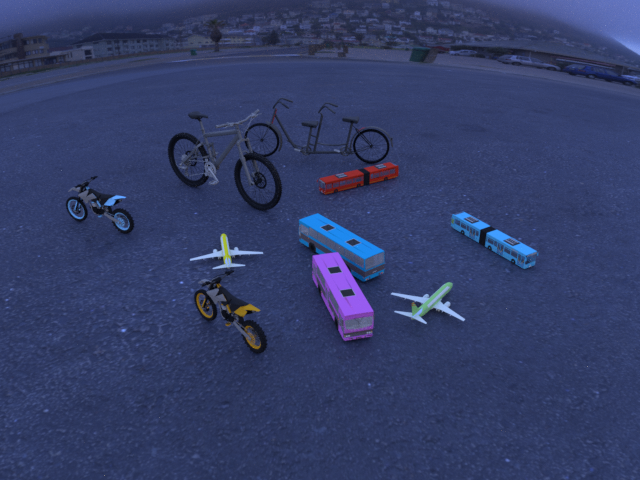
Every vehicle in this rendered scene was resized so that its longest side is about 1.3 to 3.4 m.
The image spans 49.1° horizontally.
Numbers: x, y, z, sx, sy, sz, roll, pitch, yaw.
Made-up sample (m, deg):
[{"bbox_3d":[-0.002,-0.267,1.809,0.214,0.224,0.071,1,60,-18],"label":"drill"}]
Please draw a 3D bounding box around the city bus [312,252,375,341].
[{"bbox_3d":[0.297,0.785,9.981,0.476,0.460,1.674,-7,29,-13],"label":"city bus"}]

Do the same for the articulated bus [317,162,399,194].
[{"bbox_3d":[0.773,-1.231,13.859,1.749,0.289,0.311,-15,32,-26],"label":"articulated bus"}]

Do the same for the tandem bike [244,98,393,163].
[{"bbox_3d":[-0.051,-2.287,14.715,3.192,1.326,0.550,4,29,7],"label":"tandem bike"}]

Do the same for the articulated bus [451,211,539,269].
[{"bbox_3d":[2.861,-0.020,11.639,0.311,0.289,1.749,-17,33,-28],"label":"articulated bus"}]

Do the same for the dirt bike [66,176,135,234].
[{"bbox_3d":[-3.854,-0.604,12.116,1.493,0.857,0.527,13,31,23],"label":"dirt bike"}]

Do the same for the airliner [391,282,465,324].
[{"bbox_3d":[1.601,0.800,9.986,1.161,0.429,1.307,19,34,31],"label":"airliner"}]

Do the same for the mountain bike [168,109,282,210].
[{"bbox_3d":[-1.846,-1.567,13.015,2.857,1.688,1.114,20,34,32],"label":"mountain bike"}]

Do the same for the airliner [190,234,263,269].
[{"bbox_3d":[-1.515,0.108,11.256,1.161,0.429,1.307,-5,29,-10],"label":"airliner"}]

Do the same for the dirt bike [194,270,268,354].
[{"bbox_3d":[-1.231,0.916,9.327,1.493,0.857,0.527,25,37,38],"label":"dirt bike"}]

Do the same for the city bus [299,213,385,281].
[{"bbox_3d":[0.317,0.117,11.208,0.476,0.460,1.674,-21,35,-33],"label":"city bus"}]
